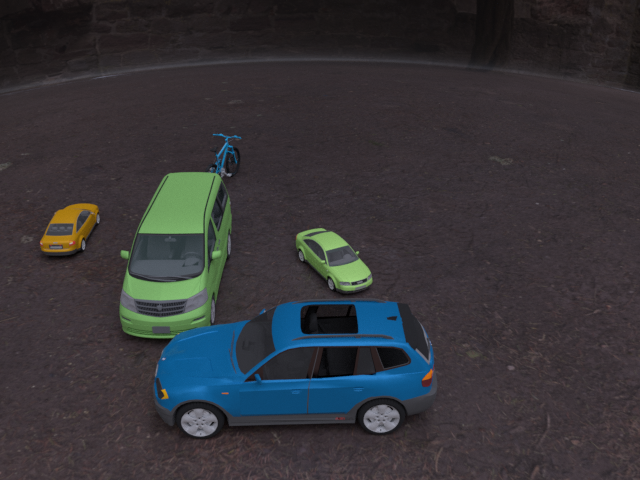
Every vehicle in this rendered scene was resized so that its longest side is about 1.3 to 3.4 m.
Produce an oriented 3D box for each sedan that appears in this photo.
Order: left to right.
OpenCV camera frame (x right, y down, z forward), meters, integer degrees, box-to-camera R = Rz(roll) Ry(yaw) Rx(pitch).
[{"bbox_3d":[-3.988,-0.254,11.219,0.635,0.483,1.613,-1,28,-1],"label":"sedan"},{"bbox_3d":[0.189,0.242,10.285,0.635,0.483,1.613,-14,31,-24],"label":"sedan"}]

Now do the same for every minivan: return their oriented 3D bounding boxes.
[{"bbox_3d":[-1.941,0.121,9.751,1.324,1.197,3.011,0,28,0],"label":"minivan"}]

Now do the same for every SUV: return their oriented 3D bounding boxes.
[{"bbox_3d":[-0.265,1.302,7.599,3.058,1.128,1.276,-1,28,-2],"label":"SUV"}]

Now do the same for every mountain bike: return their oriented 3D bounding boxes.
[{"bbox_3d":[-1.821,-1.450,13.062,0.573,0.868,1.469,9,29,17],"label":"mountain bike"}]
